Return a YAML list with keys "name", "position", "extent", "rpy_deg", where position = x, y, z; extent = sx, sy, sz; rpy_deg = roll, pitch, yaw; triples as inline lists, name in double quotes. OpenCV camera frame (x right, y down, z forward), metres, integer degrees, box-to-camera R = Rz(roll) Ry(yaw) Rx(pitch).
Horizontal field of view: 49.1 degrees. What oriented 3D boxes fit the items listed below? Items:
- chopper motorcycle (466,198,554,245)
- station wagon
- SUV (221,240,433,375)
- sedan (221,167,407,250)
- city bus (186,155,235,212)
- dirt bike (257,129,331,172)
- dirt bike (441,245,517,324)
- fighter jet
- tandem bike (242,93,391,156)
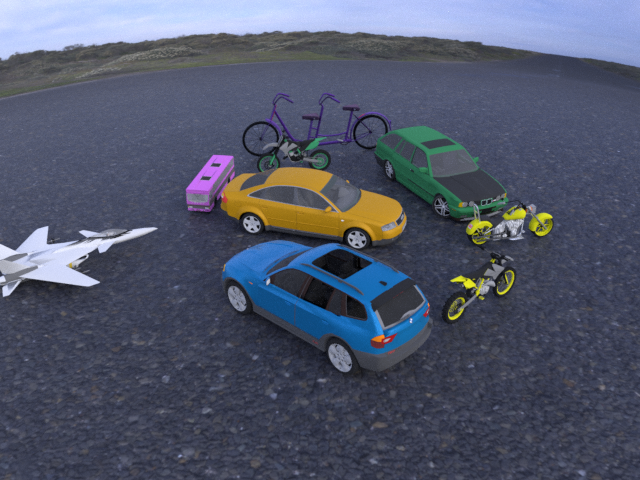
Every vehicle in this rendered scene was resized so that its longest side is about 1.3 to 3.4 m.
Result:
- name: "chopper motorcycle"
  position: [3.091, -0.321, 11.285]
  extent: [1.563, 0.761, 0.466]
  rpy_deg: [-9, 30, -16]
- name: "station wagon"
  position: [2.197, -1.348, 13.011]
  extent: [1.327, 0.920, 3.105]
  rpy_deg: [-12, 31, -21]
- name: "SUV"
  position: [0.004, 0.633, 9.142]
  extent: [3.058, 1.128, 1.276]
  rpy_deg: [24, 37, 37]
- name: "sedan"
  position: [-0.117, -0.629, 11.666]
  extent: [3.137, 0.940, 1.235]
  rpy_deg: [9, 30, 16]
- name: "city bus"
  position: [-2.002, -1.051, 12.947]
  extent: [0.476, 0.460, 1.674]
  rpy_deg: [4, 29, 8]
- name: "dirt bike"
  position: [-0.505, -1.695, 13.716]
  extent: [1.493, 0.857, 0.527]
  rpy_deg: [-6, 29, -12]
- name: "dirt bike"
  position: [2.202, 0.578, 9.529]
  extent: [1.493, 0.857, 0.527]
  rpy_deg: [-21, 35, -33]
- name: "fighter jet"
  position: [-3.748, 0.036, 10.841]
  extent: [2.640, 0.557, 2.229]
  rpy_deg: [-20, 34, -32]
- name: "tandem bike"
  position: [-0.040, -2.436, 14.592]
  extent: [3.192, 1.326, 0.550]
  rpy_deg: [-5, 29, -10]
